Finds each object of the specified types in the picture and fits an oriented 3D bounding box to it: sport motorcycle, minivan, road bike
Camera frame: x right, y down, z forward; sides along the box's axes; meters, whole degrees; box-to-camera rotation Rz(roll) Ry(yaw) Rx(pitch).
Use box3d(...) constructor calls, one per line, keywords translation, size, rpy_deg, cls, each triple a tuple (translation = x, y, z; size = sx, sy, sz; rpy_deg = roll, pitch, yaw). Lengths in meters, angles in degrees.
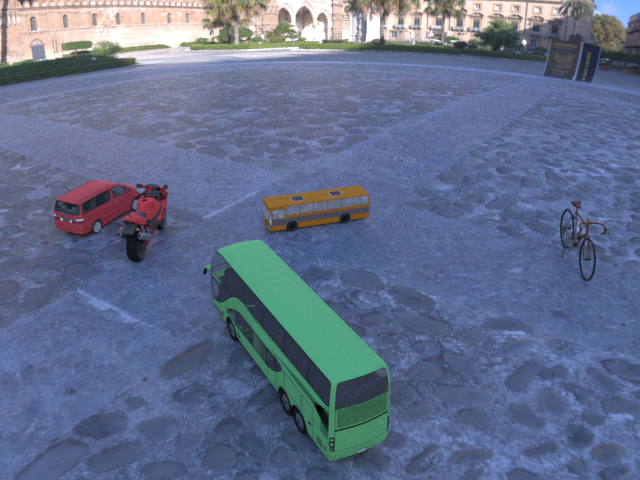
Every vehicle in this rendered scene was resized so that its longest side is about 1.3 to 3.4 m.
box3d(translation=(-2.576, -0.302, 10.397), size=(0.506, 0.821, 1.520), rpy_deg=(3, 27, 6), cls="sport motorcycle")
box3d(translation=(-3.532, -0.614, 11.229), size=(0.681, 0.616, 1.548), rpy_deg=(12, 30, 22), cls="minivan")
box3d(translation=(3.653, -0.066, 9.904), size=(0.358, 0.852, 1.545), rpy_deg=(1, 27, 1), cls="road bike")

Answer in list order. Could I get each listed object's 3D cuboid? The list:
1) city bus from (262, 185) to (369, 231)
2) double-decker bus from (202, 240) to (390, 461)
box3d(translation=(-0.062, -0.494, 11.164), size=(1.674, 0.460, 0.476), rpy_deg=(-9, 28, -16), cls="city bus")
box3d(translation=(-0.370, 0.994, 7.623), size=(0.756, 1.052, 3.251), rpy_deg=(-14, 30, -25), cls="double-decker bus")
